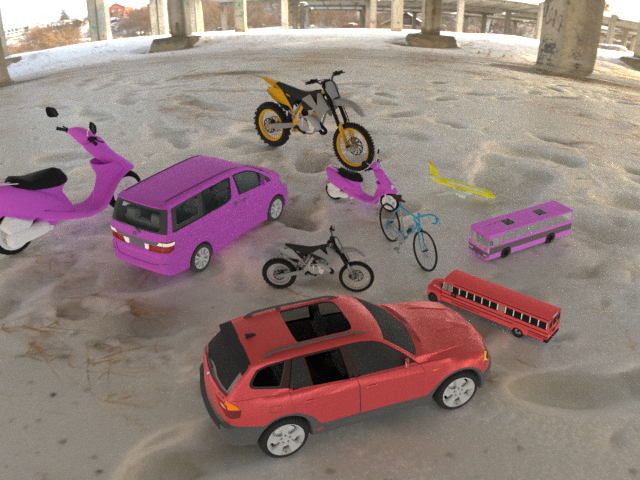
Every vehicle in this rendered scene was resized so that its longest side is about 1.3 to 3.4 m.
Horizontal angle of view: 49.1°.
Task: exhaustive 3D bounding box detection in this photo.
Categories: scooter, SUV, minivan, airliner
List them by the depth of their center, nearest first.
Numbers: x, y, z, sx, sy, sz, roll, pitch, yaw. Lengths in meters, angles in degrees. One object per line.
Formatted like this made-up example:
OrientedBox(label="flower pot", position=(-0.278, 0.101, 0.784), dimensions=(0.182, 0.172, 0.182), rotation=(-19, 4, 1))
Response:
OrientedBox(label="SUV", position=(0.292, 1.195, 7.250), dimensions=(3.058, 1.128, 1.276), rotation=(-10, 30, -18))
OrientedBox(label="minivan", position=(-1.670, -0.573, 10.404), dimensions=(1.324, 1.197, 3.011), rotation=(16, 33, 27))
OrientedBox(label="scooter", position=(-3.852, -0.932, 10.445), dimensions=(1.288, 1.786, 2.721), rotation=(22, 36, 35))
OrientedBox(label="scooter", position=(0.673, -0.990, 11.454), dimensions=(1.399, 0.919, 0.662), rotation=(14, 32, 24))
OrientedBox(label="airliner", position=(2.411, -1.010, 12.000), dimensions=(1.307, 0.429, 1.161), rotation=(20, 34, 31))

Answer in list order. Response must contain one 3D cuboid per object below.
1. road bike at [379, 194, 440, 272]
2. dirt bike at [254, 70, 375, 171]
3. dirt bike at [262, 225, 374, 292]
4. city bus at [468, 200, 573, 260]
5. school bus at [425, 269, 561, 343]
OrientedBox(label="road bike", position=(1.248, -0.166, 10.020), dimensions=(0.358, 0.852, 1.545), rotation=(-13, 31, -22))
OrientedBox(label="dirt bike", position=(-0.157, -2.317, 13.097), dimensions=(2.903, 1.666, 1.024), rotation=(21, 35, 34))
OrientedBox(label="dirt bike", position=(-0.028, 0.292, 9.179), dimensions=(1.493, 0.857, 0.527), rotation=(3, 29, 5))
OrientedBox(label="city bus", position=(2.981, -0.137, 10.375), dimensions=(1.674, 0.460, 0.476), rotation=(-15, 32, -26))
OrientedBox(label="school bus", position=(2.112, 0.776, 8.736), dimensions=(1.708, 0.434, 0.365), rotation=(22, 35, 34))
